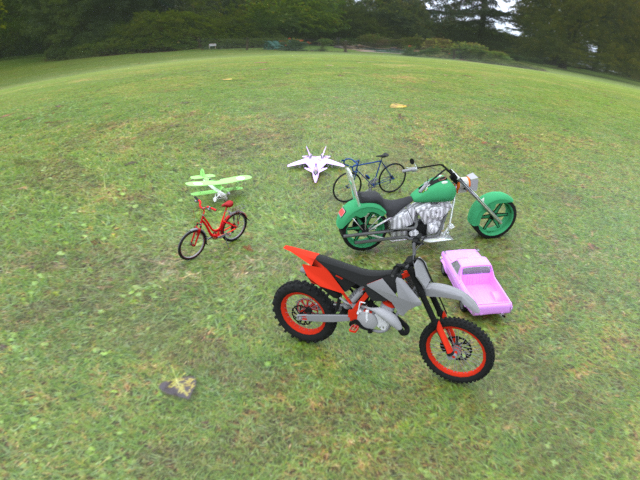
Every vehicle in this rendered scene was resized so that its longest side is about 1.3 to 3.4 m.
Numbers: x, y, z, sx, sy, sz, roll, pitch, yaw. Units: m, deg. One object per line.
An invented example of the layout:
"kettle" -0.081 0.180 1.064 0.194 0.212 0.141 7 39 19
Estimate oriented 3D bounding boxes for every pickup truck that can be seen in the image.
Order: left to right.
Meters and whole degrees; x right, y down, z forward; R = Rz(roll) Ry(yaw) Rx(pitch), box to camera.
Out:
"pickup truck" 2.229 0.558 10.113 0.640 0.511 1.603 -4 30 -6

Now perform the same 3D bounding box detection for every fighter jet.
"fighter jet" -0.081 -1.510 14.024 1.147 0.286 1.358 0 29 0

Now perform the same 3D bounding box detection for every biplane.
"biplane" -1.930 -1.024 12.937 1.336 0.504 1.090 -21 35 -32

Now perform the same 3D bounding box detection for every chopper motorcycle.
"chopper motorcycle" 1.745 -0.588 11.164 3.040 1.480 0.906 -7 30 -12

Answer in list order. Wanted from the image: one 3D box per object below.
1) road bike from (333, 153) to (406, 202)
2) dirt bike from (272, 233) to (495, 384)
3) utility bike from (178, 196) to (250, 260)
"road bike" 0.923 -1.172 12.845 1.545 0.852 0.358 -13 32 -22
"dirt bike" 0.719 0.791 8.517 2.903 1.666 1.024 12 32 21
"utility bike" -1.644 -0.241 11.090 0.535 0.946 1.435 26 38 38
